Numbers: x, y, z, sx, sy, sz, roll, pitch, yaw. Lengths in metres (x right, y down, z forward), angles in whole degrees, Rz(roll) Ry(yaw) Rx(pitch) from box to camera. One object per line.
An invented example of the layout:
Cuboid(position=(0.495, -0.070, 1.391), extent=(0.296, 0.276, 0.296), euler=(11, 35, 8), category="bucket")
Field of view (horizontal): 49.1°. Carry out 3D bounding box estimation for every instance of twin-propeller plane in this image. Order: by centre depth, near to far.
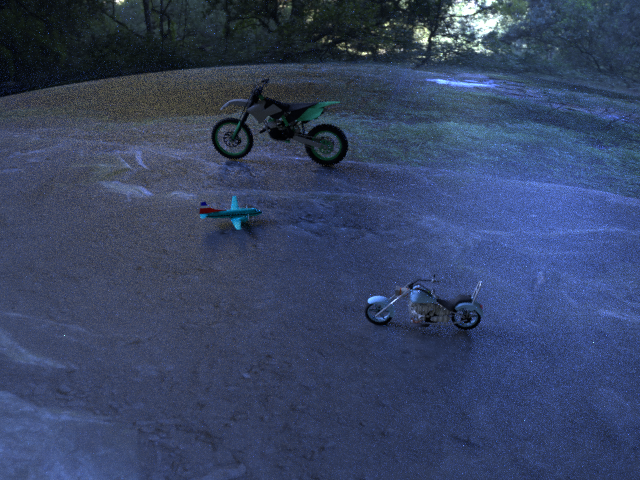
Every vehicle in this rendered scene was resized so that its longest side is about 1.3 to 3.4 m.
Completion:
Cuboid(position=(-1.549, -0.508, 12.174), extent=(1.095, 0.407, 1.370), euler=(-4, 28, -8), category="twin-propeller plane")

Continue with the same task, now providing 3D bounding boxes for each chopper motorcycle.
Cuboid(position=(1.383, 0.828, 9.288), extent=(1.563, 0.761, 0.466), euler=(4, 28, 7), category="chopper motorcycle")

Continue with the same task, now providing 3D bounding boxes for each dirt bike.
Cuboid(position=(-0.854, -2.355, 14.303), extent=(2.903, 1.666, 1.024), euler=(5, 28, 9), category="dirt bike")
